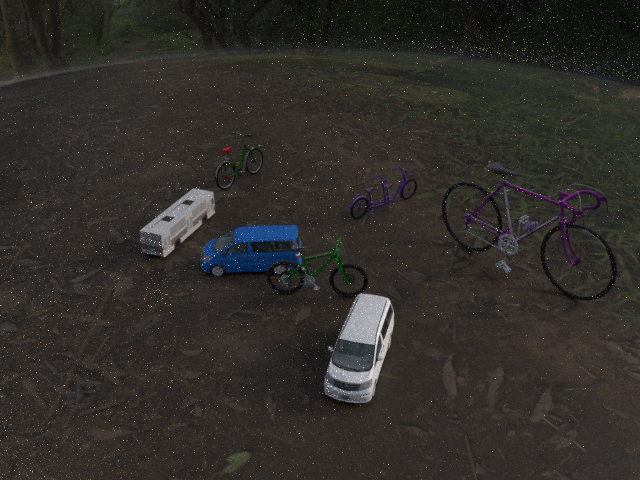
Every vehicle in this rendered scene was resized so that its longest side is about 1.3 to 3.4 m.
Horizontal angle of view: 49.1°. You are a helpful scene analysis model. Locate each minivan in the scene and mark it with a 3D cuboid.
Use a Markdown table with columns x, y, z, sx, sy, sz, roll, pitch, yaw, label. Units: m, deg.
| x | y | z | sx | sy | sz | roll | pitch | yaw | label |
| --- | --- | --- | --- | --- | --- | --- | --- | --- | --- |
| 0.509 | 1.318 | 8.690 | 0.681 | 0.616 | 1.548 | 8 | 31 | 14 | minivan |
| -1.059 | 0.141 | 10.740 | 1.548 | 0.616 | 0.681 | -1 | 30 | -3 | minivan |

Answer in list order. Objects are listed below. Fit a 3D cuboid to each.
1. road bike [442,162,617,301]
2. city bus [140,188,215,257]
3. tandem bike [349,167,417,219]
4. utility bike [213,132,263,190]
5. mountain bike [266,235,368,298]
| x | y | z | sx | sy | sz | roll | pitch | yaw | label |
| --- | --- | --- | --- | --- | --- | --- | --- | --- | --- |
| 3.009 | -0.240 | 10.358 | 0.697 | 1.656 | 3.004 | -24 | 38 | -36 | road bike |
| -2.335 | -0.291 | 11.649 | 0.476 | 0.460 | 1.674 | 11 | 32 | 19 | city bus |
| 1.143 | -0.853 | 12.405 | 1.642 | 0.682 | 0.283 | -22 | 36 | -33 | tandem bike |
| -1.594 | -1.556 | 13.364 | 0.535 | 0.946 | 1.435 | 19 | 35 | 30 | utility bike |
| -0.041 | 0.428 | 9.986 | 1.469 | 0.868 | 0.573 | 3 | 30 | 4 | mountain bike |
